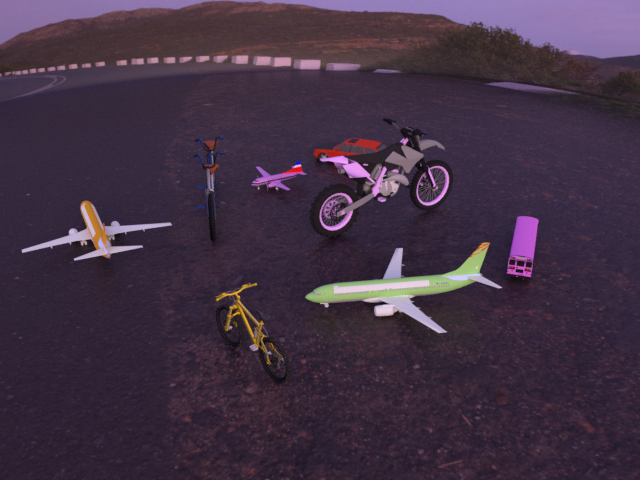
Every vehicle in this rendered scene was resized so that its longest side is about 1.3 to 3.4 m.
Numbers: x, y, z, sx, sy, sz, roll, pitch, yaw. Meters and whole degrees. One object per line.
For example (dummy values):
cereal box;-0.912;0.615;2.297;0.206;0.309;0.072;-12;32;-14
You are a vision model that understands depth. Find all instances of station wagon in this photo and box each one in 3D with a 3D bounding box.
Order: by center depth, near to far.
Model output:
station wagon;0.655;-1.829;14.426;1.597;0.473;0.682;12;29;22

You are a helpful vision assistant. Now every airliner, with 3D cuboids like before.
airliner;1.063;0.479;9.424;2.541;0.835;2.257;-3;27;-7
airliner;-3.550;-0.329;11.033;2.257;0.835;2.541;-12;29;-22

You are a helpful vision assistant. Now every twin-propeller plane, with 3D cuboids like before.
twin-propeller plane;-0.815;-1.226;13.298;1.095;0.407;1.370;-14;30;-26

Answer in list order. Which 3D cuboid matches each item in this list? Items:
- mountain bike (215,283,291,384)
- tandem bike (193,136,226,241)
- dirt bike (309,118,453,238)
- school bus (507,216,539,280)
mountain bike;-0.811;1.071;8.207;0.573;0.868;1.469;-21;33;-35
tandem bike;-1.885;-1.138;12.099;0.550;1.326;3.192;-4;27;-7
dirt bike;1.084;-1.047;11.539;2.903;1.666;1.024;-15;31;-28
school bus;3.115;0.063;10.699;0.365;0.434;1.708;8;28;16
